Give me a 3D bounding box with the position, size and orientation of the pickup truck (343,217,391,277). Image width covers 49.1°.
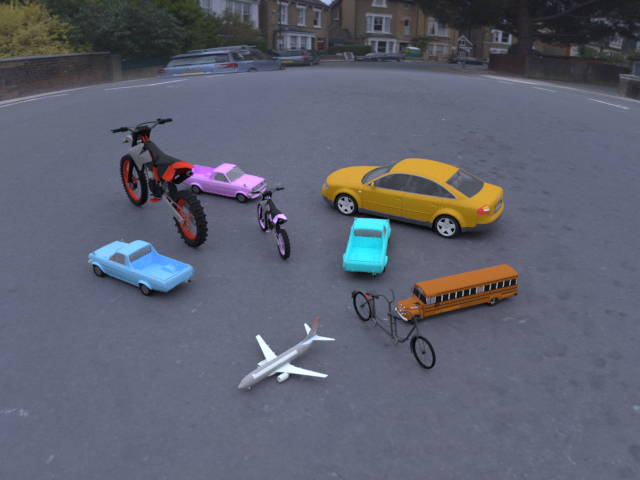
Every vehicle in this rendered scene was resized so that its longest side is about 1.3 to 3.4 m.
[{"bbox_3d":[0.718,0.035,10.516,0.640,0.511,1.603,4,27,8],"label":"pickup truck"}]

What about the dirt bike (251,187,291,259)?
[{"bbox_3d":[-0.745,-0.329,10.858,0.527,0.857,1.493,-10,28,-19],"label":"dirt bike"}]

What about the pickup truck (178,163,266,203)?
[{"bbox_3d":[-1.791,-1.109,12.814,1.603,0.511,0.640,12,29,22],"label":"pickup truck"}]

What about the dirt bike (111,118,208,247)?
[{"bbox_3d":[-2.641,-1.018,11.334,1.024,1.666,2.903,-19,32,-34],"label":"dirt bike"}]

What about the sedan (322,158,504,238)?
[{"bbox_3d":[1.512,-0.857,11.826,3.137,0.940,1.235,14,30,25],"label":"sedan"}]

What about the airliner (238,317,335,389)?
[{"bbox_3d":[-0.447,1.308,8.049,1.161,0.429,1.307,23,35,38],"label":"airliner"}]

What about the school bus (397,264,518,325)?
[{"bbox_3d":[1.813,0.704,9.258,1.708,0.434,0.365,-10,28,-20],"label":"school bus"}]

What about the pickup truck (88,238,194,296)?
[{"bbox_3d":[-2.558,0.332,9.919,1.603,0.511,0.640,16,31,30],"label":"pickup truck"}]

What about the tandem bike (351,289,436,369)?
[{"bbox_3d":[0.864,0.944,8.498,0.283,0.682,1.642,-16,31,-29],"label":"tandem bike"}]
